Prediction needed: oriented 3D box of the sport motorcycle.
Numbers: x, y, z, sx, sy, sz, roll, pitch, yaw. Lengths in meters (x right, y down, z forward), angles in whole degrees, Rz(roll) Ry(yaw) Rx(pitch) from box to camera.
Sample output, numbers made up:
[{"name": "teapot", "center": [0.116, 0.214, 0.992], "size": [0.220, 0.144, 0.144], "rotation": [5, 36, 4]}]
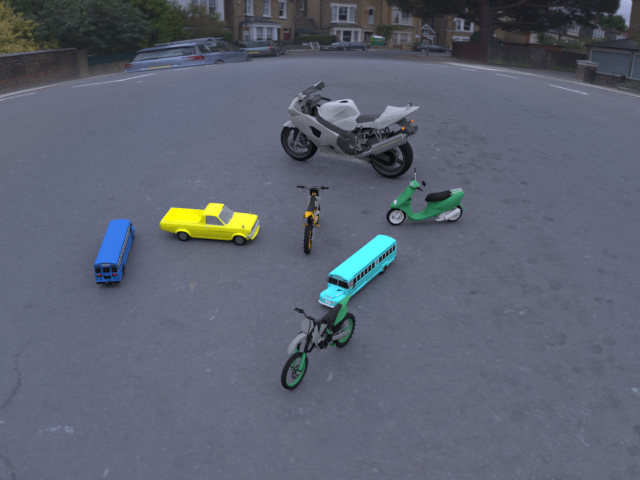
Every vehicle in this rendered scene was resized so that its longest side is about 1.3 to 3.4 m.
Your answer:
[{"name": "sport motorcycle", "center": [0.519, -2.168, 13.932], "size": [2.955, 1.596, 0.983], "rotation": [13, 31, 23]}]

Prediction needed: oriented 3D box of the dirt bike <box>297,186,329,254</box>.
[{"name": "dirt bike", "center": [-0.135, -0.425, 11.502], "size": [0.527, 0.857, 1.493], "rotation": [3, 29, 6]}]

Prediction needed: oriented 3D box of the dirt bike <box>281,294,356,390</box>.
[{"name": "dirt bike", "center": [0.010, 1.186, 8.541], "size": [0.527, 0.857, 1.493], "rotation": [19, 34, 31]}]

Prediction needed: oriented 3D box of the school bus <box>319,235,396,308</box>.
[{"name": "school bus", "center": [0.572, 0.460, 10.319], "size": [0.365, 0.434, 1.708], "rotation": [18, 33, 29]}]

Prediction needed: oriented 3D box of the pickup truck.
[{"name": "pickup truck", "center": [-1.829, -0.310, 11.653], "size": [1.603, 0.511, 0.640], "rotation": [4, 29, 8]}]

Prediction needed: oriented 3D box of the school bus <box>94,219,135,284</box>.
[{"name": "school bus", "center": [-3.186, 0.122, 10.939], "size": [0.365, 0.434, 1.708], "rotation": [-3, 29, -5]}]

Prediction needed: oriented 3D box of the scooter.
[{"name": "scooter", "center": [1.830, -0.698, 11.939], "size": [1.399, 0.919, 0.662], "rotation": [-4, 29, -7]}]
